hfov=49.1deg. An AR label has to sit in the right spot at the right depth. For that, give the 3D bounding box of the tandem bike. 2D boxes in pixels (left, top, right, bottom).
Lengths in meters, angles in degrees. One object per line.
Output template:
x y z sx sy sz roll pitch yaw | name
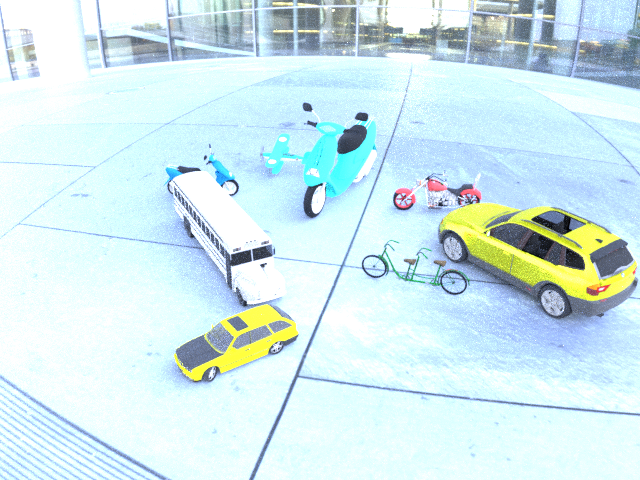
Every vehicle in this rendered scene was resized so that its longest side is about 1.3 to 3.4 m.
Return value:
1.392 0.393 10.273 1.642 0.682 0.283 11 31 19 | tandem bike

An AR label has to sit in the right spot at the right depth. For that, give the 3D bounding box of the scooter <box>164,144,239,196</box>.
-2.215 -1.241 12.966 1.399 0.919 0.662 0 29 0 | scooter

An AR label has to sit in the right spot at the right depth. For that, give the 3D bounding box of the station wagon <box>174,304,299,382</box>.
-1.069 1.263 8.924 1.597 0.473 0.682 -19 34 -30 | station wagon

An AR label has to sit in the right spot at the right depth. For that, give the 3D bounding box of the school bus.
-1.488 -0.097 10.988 0.709 0.844 3.322 -14 32 -24 | school bus

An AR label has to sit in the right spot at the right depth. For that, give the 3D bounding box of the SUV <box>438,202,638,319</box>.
3.148 0.066 10.401 1.276 1.128 3.058 -20 35 -32 | SUV

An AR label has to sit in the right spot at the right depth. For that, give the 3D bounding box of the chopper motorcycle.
2.096 -0.872 12.465 1.563 0.761 0.466 3 29 5 | chopper motorcycle

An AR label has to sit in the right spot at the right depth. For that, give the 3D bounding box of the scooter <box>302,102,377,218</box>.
0.399 -1.648 12.806 1.288 1.786 2.721 15 32 25 | scooter

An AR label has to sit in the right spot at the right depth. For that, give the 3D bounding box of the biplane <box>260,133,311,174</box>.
-0.689 -1.675 14.173 1.090 0.504 1.336 6 30 10 | biplane
